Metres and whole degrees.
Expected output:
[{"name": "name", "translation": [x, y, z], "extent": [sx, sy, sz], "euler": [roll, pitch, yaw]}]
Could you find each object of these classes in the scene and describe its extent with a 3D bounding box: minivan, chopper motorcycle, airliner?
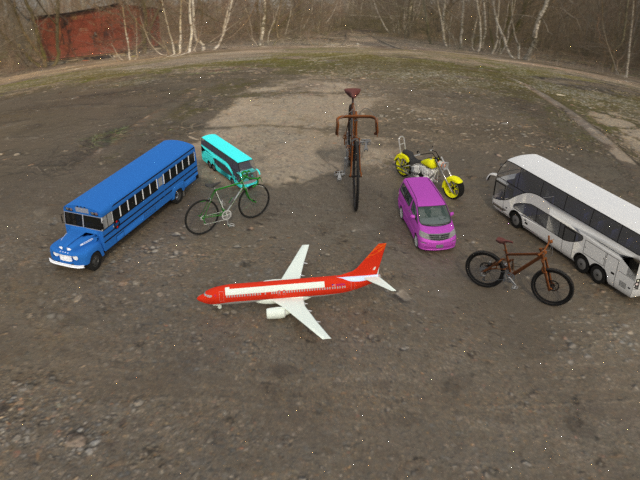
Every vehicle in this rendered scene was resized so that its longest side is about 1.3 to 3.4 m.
[{"name": "minivan", "translation": [1.672, -0.424, 11.001], "extent": [0.681, 0.616, 1.548], "euler": [-4, 30, -7]}, {"name": "chopper motorcycle", "translation": [1.918, -1.286, 12.374], "extent": [0.466, 0.761, 1.563], "euler": [-23, 37, -35]}, {"name": "airliner", "translation": [-0.350, 0.482, 9.182], "extent": [2.541, 0.835, 2.257], "euler": [-4, 30, -6]}]

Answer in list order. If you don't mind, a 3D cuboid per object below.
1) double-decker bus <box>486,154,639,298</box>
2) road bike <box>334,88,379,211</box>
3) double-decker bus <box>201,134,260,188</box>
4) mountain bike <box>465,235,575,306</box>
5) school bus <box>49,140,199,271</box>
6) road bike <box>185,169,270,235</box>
[{"name": "double-decker bus", "translation": [3.761, -0.344, 10.419], "extent": [0.756, 1.052, 3.251], "euler": [-13, 32, -21]}, {"name": "road bike", "translation": [0.583, -1.726, 12.243], "extent": [0.696, 1.656, 3.004], "euler": [0, 30, -1]}, {"name": "double-decker bus", "translation": [-1.680, -1.444, 12.876], "extent": [0.389, 0.541, 1.672], "euler": [-18, 34, -29]}, {"name": "mountain bike", "translation": [2.661, 0.376, 9.335], "extent": [1.469, 0.868, 0.573], "euler": [16, 33, 25]}, {"name": "school bus", "translation": [-3.044, -0.627, 11.128], "extent": [0.709, 0.844, 3.322], "euler": [10, 31, 18]}, {"name": "road bike", "translation": [-1.454, -0.605, 11.081], "extent": [1.545, 0.852, 0.358], "euler": [-20, 35, -31]}]
